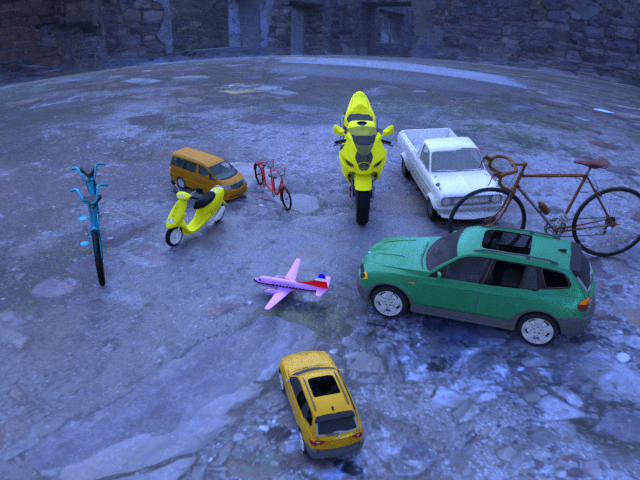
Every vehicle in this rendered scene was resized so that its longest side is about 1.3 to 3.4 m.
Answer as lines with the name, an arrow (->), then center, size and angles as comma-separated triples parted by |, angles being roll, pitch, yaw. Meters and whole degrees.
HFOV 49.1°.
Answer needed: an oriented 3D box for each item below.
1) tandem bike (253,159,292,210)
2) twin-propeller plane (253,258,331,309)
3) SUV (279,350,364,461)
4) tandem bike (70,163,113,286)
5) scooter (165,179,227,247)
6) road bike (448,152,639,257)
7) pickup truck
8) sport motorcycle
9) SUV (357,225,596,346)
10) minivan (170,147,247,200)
tandem bike -> -0.857, -1.090, 12.422 | 0.283, 0.682, 1.642 | -14, 31, -24
twin-propeller plane -> -0.412, 0.575, 9.655 | 1.095, 0.407, 1.370 | 8, 30, 14
SUV -> -0.009, 1.655, 7.495 | 0.656, 0.580, 1.572 | -7, 29, -13
tandem bike -> -3.465, -0.517, 10.699 | 0.550, 1.326, 3.192 | -9, 30, -15
scooter -> -1.976, -0.527, 11.142 | 0.662, 0.919, 1.399 | 18, 33, 30
road bike -> 3.402, -0.473, 10.273 | 3.004, 1.656, 0.697 | 0, 29, 0
pickup truck -> 2.263, -1.352, 12.578 | 1.244, 0.993, 3.117 | -4, 29, -6
sport motorcycle -> 0.712, -1.497, 12.213 | 0.983, 1.596, 2.955 | 0, 29, 1
SUV -> 2.018, 0.430, 9.169 | 3.058, 1.128, 1.276 | 9, 30, 17
minivan -> -2.028, -1.205, 12.701 | 1.548, 0.616, 0.681 | 20, 34, 32
